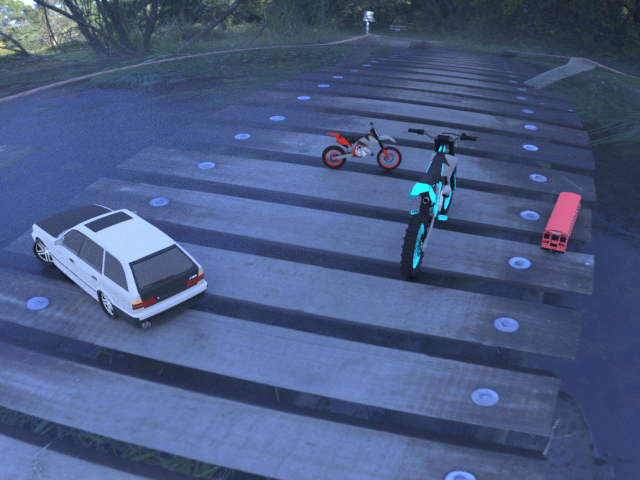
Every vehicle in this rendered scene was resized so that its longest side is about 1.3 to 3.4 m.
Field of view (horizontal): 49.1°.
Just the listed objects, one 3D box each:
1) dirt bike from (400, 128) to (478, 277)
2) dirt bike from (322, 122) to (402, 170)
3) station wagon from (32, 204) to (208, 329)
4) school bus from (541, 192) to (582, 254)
[{"bbox_3d":[1.680,-0.718,10.421,1.024,1.666,2.903,11,32,19],"label":"dirt bike"},{"bbox_3d":[0.777,-1.705,12.962,1.493,0.857,0.527,2,30,4],"label":"dirt bike"},{"bbox_3d":[-2.902,0.111,9.722,1.327,0.920,3.105,-26,39,-37],"label":"station wagon"},{"bbox_3d":[3.809,-0.322,10.970,0.365,0.434,1.708,13,32,22],"label":"school bus"}]
